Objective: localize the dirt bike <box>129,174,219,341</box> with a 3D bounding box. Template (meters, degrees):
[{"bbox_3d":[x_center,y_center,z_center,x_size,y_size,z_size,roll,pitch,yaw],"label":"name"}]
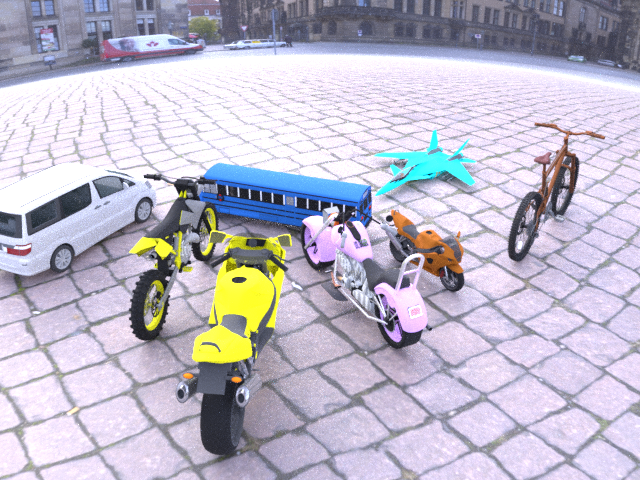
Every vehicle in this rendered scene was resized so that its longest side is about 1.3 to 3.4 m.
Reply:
[{"bbox_3d":[-1.959,0.020,9.566,1.024,1.666,2.903,6,29,11],"label":"dirt bike"}]

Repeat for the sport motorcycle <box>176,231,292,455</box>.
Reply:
[{"bbox_3d":[-0.890,0.981,7.888,0.983,1.596,2.955,3,29,5],"label":"sport motorcycle"}]

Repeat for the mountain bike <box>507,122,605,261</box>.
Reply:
[{"bbox_3d":[3.626,-0.811,11.056,1.114,1.688,2.857,19,34,31],"label":"mountain bike"}]

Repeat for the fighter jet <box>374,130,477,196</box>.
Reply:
[{"bbox_3d":[1.846,-1.424,13.349,2.229,0.557,2.640,22,36,35],"label":"fighter jet"}]

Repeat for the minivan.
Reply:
[{"bbox_3d":[-3.906,-0.541,11.075,1.324,1.197,3.011,14,32,24],"label":"minivan"}]

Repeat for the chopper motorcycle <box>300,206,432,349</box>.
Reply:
[{"bbox_3d":[0.484,0.226,9.384,0.906,1.480,3.040,-13,32,-23],"label":"chopper motorcycle"}]

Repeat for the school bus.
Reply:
[{"bbox_3d":[-0.799,-0.690,11.712,3.322,0.844,0.709,10,30,18],"label":"school bus"}]

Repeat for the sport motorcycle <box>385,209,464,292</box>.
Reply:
[{"bbox_3d":[1.543,0.147,10.212,0.506,0.821,1.520,-20,34,-32],"label":"sport motorcycle"}]
